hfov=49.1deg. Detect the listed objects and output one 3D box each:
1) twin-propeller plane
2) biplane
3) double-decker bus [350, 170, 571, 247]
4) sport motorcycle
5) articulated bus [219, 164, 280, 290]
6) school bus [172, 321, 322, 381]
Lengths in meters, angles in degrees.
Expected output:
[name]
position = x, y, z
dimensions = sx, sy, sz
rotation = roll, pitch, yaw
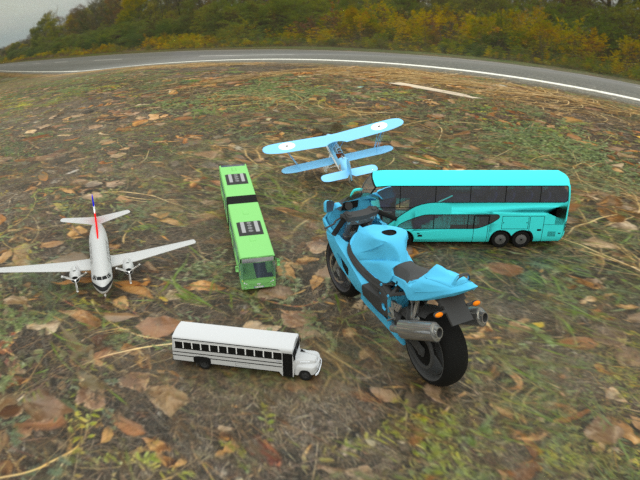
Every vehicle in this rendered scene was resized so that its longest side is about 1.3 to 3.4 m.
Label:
[twin-propeller plane]
position = -3.120, 0.075, 9.864
dimensions = 2.663, 0.792, 2.129
rotation = -9, 30, -16
[biplane]
position = 0.301, -1.498, 12.574
dimensions = 2.598, 0.981, 2.120
rotation = -5, 29, -9
[double-decker bus]
position = 2.091, -0.502, 10.657
dimensions = 3.251, 1.052, 0.756
rotation = 0, 28, 0
[sport motorcycle]
position = 0.826, 0.456, 8.312
dimensions = 0.983, 1.596, 2.955
rotation = -14, 31, -24
[articulated bus]
position = -1.175, -0.319, 10.834
dimensions = 0.605, 0.561, 3.401
rotation = -6, 29, -11
[school bus]
position = -0.833, 1.262, 8.045
dimensions = 1.708, 0.434, 0.365
rotation = 5, 29, 9
